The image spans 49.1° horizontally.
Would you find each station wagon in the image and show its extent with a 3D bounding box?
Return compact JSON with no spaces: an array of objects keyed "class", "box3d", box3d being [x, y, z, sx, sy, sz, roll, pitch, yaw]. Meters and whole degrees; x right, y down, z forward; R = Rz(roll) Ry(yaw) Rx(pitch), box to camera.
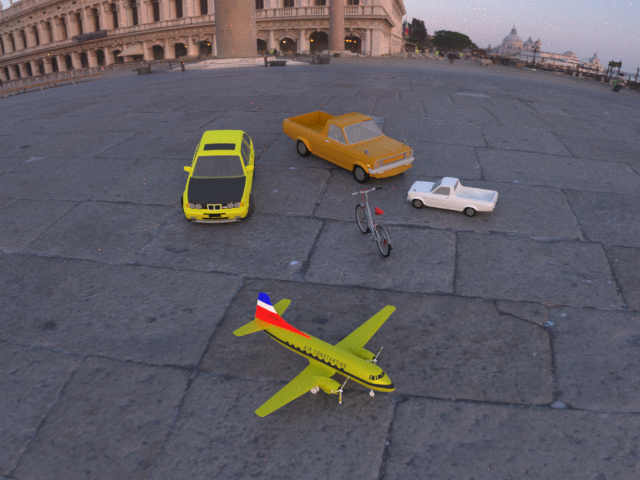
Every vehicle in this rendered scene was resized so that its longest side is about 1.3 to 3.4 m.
[{"class":"station wagon","box3d":[-1.869,-1.309,13.202,1.327,0.920,3.105,-1,28,-2]}]

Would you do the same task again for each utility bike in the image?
[{"class":"utility bike","box3d":[0.812,-0.326,11.310,0.535,0.946,1.435,-9,29,-17]}]

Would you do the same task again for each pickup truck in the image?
[{"class":"pickup truck","box3d":[2.409,-0.830,12.732,1.603,0.511,0.640,10,29,19]},{"class":"pickup truck","box3d":[0.529,-2.128,14.679,1.244,0.993,3.117,-20,34,-33]}]

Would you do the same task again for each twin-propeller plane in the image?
[{"class":"twin-propeller plane","box3d":[0.004,1.266,8.451,2.129,0.792,2.663,20,34,33]}]
